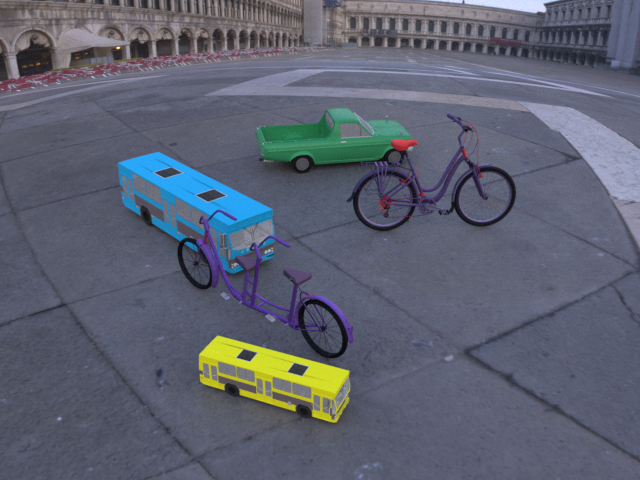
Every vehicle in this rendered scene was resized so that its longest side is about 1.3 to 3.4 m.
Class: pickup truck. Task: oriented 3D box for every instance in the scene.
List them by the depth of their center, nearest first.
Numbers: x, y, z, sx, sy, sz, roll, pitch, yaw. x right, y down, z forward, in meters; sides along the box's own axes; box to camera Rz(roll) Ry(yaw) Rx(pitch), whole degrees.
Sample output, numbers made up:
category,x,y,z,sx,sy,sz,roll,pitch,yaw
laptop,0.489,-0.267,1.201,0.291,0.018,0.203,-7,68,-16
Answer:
category,x,y,z,sx,sy,sz,roll,pitch,yaw
pickup truck,0.283,-2.067,14.077,3.117,0.993,1.244,-5,28,-10

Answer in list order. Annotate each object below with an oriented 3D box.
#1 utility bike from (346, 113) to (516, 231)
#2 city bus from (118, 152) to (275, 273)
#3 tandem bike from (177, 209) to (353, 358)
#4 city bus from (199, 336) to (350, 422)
category,x,y,z,sx,sy,sz,roll,pitch,yaw
utility bike,1.803,-1.069,11.259,2.791,1.839,1.039,-2,28,-4
city bus,-2.045,-0.482,11.157,0.926,0.894,3.255,-23,35,-36
tandem bike,-0.823,0.466,8.883,3.192,1.326,0.550,22,35,36
city bus,-0.517,1.542,7.761,1.674,0.460,0.476,11,30,21
